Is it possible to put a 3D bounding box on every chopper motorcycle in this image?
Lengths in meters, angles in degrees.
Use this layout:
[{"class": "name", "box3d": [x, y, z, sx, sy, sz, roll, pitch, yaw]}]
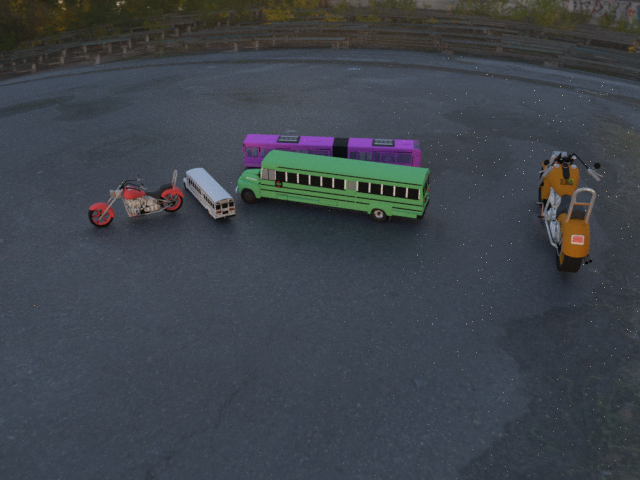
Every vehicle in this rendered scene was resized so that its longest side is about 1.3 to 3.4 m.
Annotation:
[{"class": "chopper motorcycle", "box3d": [-3.014, -0.682, 11.465, 1.563, 0.761, 0.466, -12, 32, -20]}, {"class": "chopper motorcycle", "box3d": [3.736, -0.701, 10.765, 0.906, 1.480, 3.040, 4, 30, 8]}]

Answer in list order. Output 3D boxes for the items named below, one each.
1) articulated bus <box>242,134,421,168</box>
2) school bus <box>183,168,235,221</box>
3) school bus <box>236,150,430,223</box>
[{"class": "articulated bus", "box3d": [0.207, -1.651, 13.388, 3.401, 0.561, 0.605, 3, 30, 5]}, {"class": "school bus", "box3d": [-1.948, -0.834, 12.068, 0.365, 0.434, 1.708, -15, 33, -25]}, {"class": "school bus", "box3d": [0.165, -0.945, 11.846, 3.322, 0.844, 0.709, 9, 31, 15]}]
